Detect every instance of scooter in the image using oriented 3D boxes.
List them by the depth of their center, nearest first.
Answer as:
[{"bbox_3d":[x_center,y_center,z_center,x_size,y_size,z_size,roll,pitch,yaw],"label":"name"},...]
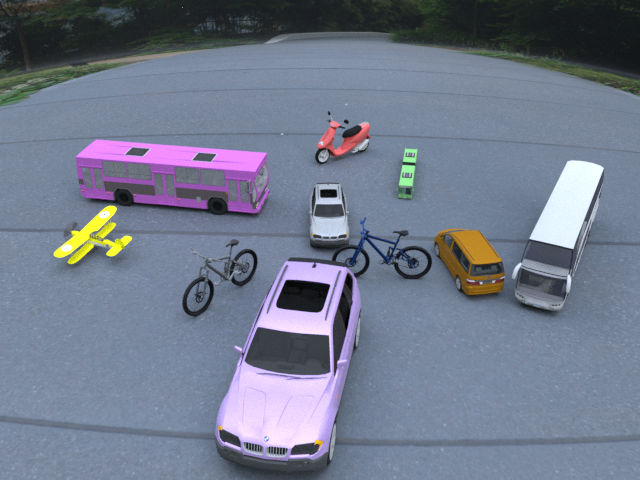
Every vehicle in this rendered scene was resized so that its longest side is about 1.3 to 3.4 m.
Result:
[{"bbox_3d":[0.478,-2.077,13.941,1.399,0.919,0.662,-20,36,-30],"label":"scooter"}]

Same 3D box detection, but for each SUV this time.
[{"bbox_3d":[-0.265,1.284,8.107,1.276,1.128,3.058,6,31,9],"label":"SUV"},{"bbox_3d":[0.143,-0.437,11.525,0.656,0.580,1.572,0,31,-1],"label":"SUV"}]

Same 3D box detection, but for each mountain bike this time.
[{"bbox_3d":[-1.382,0.450,9.758,0.573,0.868,1.469,21,37,31],"label":"mountain bike"},{"bbox_3d":[0.906,0.189,10.194,1.469,0.868,0.573,1,31,2],"label":"mountain bike"}]

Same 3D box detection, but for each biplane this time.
[{"bbox_3d":[-3.466,0.016,10.839,1.090,0.504,1.336,14,33,22],"label":"biplane"}]

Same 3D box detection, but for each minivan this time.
[{"bbox_3d":[2.195,0.207,10.410,0.681,0.616,1.548,-6,31,-9],"label":"minivan"}]

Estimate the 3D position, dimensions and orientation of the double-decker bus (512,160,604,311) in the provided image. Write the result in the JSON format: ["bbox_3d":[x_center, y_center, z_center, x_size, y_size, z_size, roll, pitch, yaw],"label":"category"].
[{"bbox_3d":[3.658,-0.126,10.543,0.756,1.052,3.251,15,34,23],"label":"double-decker bus"}]

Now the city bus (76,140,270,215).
[{"bbox_3d":[-2.562,-1.093,12.316,3.255,0.894,0.926,6,31,9],"label":"city bus"}]

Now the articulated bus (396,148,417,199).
[{"bbox_3d":[1.663,-1.280,13.222,0.311,0.289,1.749,5,31,8],"label":"articulated bus"}]
